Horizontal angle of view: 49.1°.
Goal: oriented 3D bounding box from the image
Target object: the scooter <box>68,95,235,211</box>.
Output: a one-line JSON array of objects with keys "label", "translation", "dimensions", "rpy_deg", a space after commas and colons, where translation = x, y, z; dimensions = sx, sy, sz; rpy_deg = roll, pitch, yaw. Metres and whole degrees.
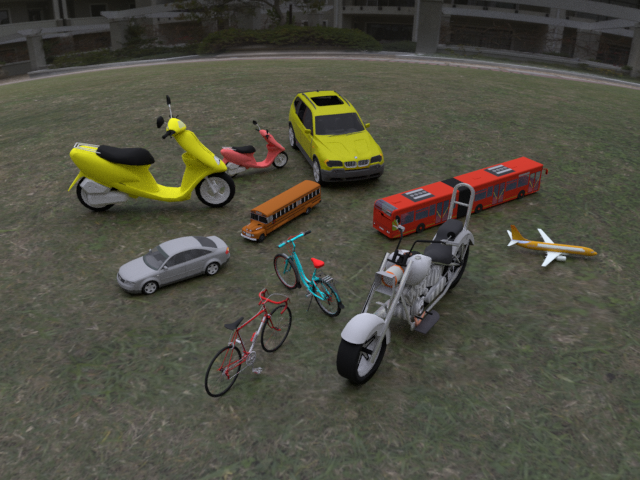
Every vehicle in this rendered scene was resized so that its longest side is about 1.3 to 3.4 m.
[{"label": "scooter", "translation": [-2.775, -1.309, 11.398], "dimensions": [2.721, 1.786, 1.288], "rpy_deg": [-2, 29, -4]}]

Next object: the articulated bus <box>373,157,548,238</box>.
[{"label": "articulated bus", "translation": [2.380, -0.742, 11.637], "dimensions": [3.401, 0.561, 0.605], "rpy_deg": [-17, 33, -29]}]

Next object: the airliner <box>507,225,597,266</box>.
[{"label": "airliner", "translation": [3.442, 0.031, 10.361], "dimensions": [1.307, 0.429, 1.161], "rpy_deg": [6, 29, 11]}]

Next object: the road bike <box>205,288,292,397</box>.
[{"label": "road bike", "translation": [-0.782, 1.131, 7.909], "dimensions": [0.358, 0.852, 1.545], "rpy_deg": [18, 33, 30]}]

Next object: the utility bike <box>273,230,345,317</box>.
[{"label": "utility bike", "translation": [-0.211, 0.433, 9.087], "dimensions": [0.535, 0.946, 1.435], "rpy_deg": [-22, 36, -35]}]

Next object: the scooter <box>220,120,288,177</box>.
[{"label": "scooter", "translation": [-1.228, -1.665, 12.953], "dimensions": [1.399, 0.919, 0.662], "rpy_deg": [-15, 32, -25]}]

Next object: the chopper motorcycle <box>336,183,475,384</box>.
[{"label": "chopper motorcycle", "translation": [1.126, 0.446, 8.506], "dimensions": [0.906, 1.480, 3.040], "rpy_deg": [18, 34, 30]}]

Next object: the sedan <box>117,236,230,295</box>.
[{"label": "sedan", "translation": [-2.054, 0.288, 9.833], "dimensions": [1.613, 0.483, 0.635], "rpy_deg": [-17, 33, -29]}]

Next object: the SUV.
[{"label": "SUV", "translation": [0.235, -2.050, 13.439], "dimensions": [1.276, 1.128, 3.058], "rpy_deg": [-8, 30, -14]}]

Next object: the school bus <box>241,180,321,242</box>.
[{"label": "school bus", "translation": [-0.615, -0.477, 11.284], "dimensions": [0.365, 0.434, 1.708], "rpy_deg": [19, 34, 31]}]
